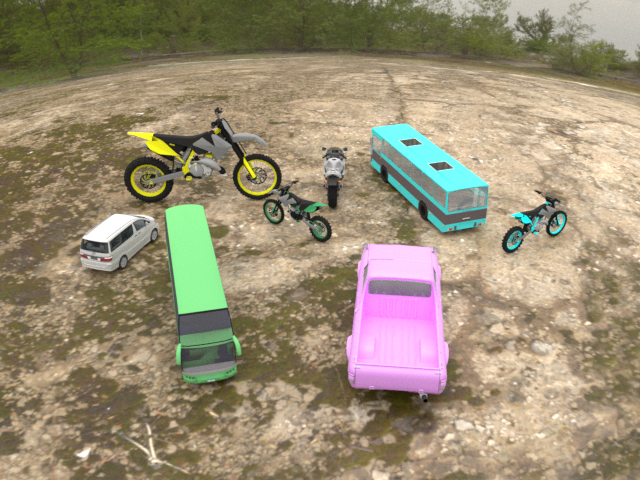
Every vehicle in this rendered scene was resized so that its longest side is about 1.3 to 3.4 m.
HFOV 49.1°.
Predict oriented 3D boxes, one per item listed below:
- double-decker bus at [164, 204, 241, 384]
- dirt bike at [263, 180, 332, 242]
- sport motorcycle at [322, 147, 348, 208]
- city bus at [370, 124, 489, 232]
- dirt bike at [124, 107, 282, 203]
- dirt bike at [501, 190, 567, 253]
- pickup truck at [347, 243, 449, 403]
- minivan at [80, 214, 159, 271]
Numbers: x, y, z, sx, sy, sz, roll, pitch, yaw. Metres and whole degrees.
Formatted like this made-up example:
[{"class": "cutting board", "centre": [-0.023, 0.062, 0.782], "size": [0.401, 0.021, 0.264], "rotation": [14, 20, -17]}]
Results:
[{"class": "double-decker bus", "centre": [-1.691, 0.650, 9.582], "size": [0.756, 1.052, 3.251], "rotation": [-7, 30, -12]}, {"class": "dirt bike", "centre": [-0.407, -0.508, 11.876], "size": [1.493, 0.857, 0.527], "rotation": [20, 35, 32]}, {"class": "sport motorcycle", "centre": [0.262, -1.222, 13.204], "size": [0.506, 0.821, 1.520], "rotation": [1, 29, 3]}, {"class": "city bus", "centre": [1.934, -1.201, 13.090], "size": [0.926, 0.894, 3.255], "rotation": [-10, 30, -17]}, {"class": "dirt bike", "centre": [-2.159, -1.474, 12.786], "size": [2.903, 1.666, 1.024], "rotation": [-1, 29, -2]}, {"class": "dirt bike", "centre": [3.570, -0.315, 11.527], "size": [1.493, 0.857, 0.527], "rotation": [-17, 33, -28]}, {"class": "pickup truck", "centre": [1.038, 0.865, 9.255], "size": [1.244, 0.993, 3.117], "rotation": [3, 29, 6]}, {"class": "minivan", "centre": [-3.214, -0.068, 11.331], "size": [0.681, 0.616, 1.548], "rotation": [9, 30, 16]}]
